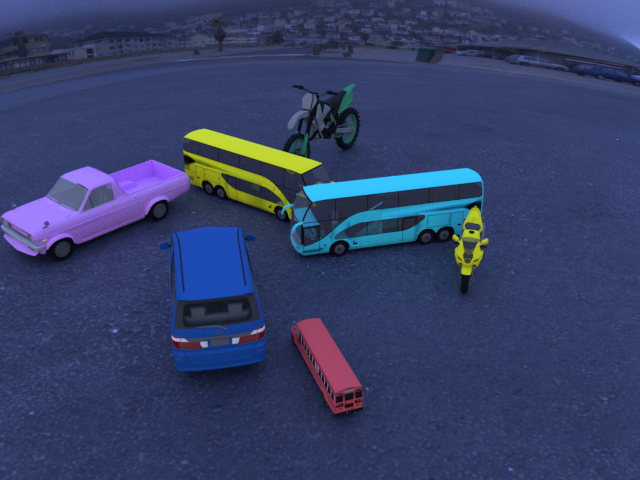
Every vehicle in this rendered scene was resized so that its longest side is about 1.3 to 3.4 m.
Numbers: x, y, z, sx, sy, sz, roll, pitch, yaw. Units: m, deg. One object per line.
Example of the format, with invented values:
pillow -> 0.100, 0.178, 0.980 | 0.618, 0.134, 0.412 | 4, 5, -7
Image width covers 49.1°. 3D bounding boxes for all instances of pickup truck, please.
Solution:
pickup truck -> -3.714, -0.684, 11.816 | 1.244, 0.993, 3.117 | 22, 35, 35

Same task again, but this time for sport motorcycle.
sport motorcycle -> 2.240, 0.135, 10.470 | 0.506, 0.821, 1.520 | 7, 29, 13

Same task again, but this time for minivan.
minivan -> -1.449, 0.501, 9.390 | 1.324, 1.197, 3.011 | -5, 29, -10

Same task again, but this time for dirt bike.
dirt bike -> 0.074, -2.340, 14.190 | 1.024, 1.666, 2.903 | 17, 32, 28

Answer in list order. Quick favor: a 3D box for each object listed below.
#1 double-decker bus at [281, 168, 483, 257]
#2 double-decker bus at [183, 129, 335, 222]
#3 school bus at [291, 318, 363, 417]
double-decker bus -> 1.040, -0.451, 11.319 | 3.251, 1.052, 0.756 | -7, 29, -14
double-decker bus -> -1.144, -1.149, 12.620 | 3.251, 1.052, 0.756 | 20, 34, 33
school bus -> 0.041, 1.439, 8.450 | 0.365, 0.434, 1.708 | -10, 30, -17
